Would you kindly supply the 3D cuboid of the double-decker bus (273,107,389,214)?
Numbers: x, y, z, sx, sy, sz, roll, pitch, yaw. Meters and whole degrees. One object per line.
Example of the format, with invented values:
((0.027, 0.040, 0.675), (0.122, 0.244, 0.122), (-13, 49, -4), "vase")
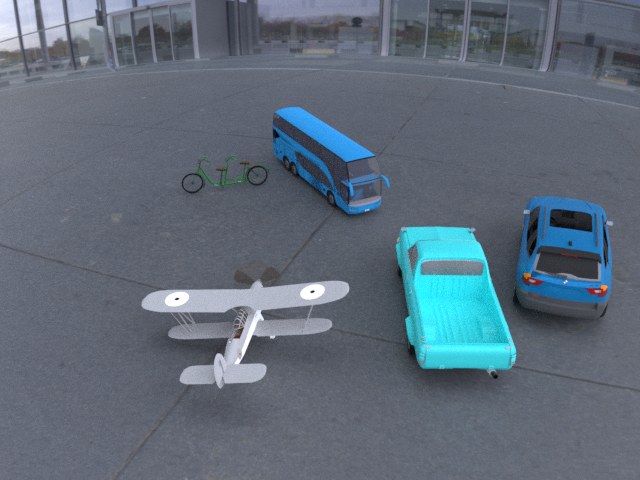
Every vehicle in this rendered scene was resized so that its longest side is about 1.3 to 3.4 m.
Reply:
((0.079, -1.500, 12.941), (0.756, 1.052, 3.251), (-15, 32, -24), "double-decker bus")

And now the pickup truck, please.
((1.701, 0.599, 9.247), (1.244, 0.993, 3.117), (1, 29, 1), "pickup truck")

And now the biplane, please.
((-0.985, 1.074, 8.412), (2.598, 0.981, 2.120), (4, 29, 7), "biplane")

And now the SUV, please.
((3.549, 0.022, 10.142), (1.276, 1.128, 3.058), (9, 30, 15), "SUV")

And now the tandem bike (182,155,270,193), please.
((-1.730, -1.244, 12.863), (1.642, 0.682, 0.283), (-8, 30, -15), "tandem bike")
